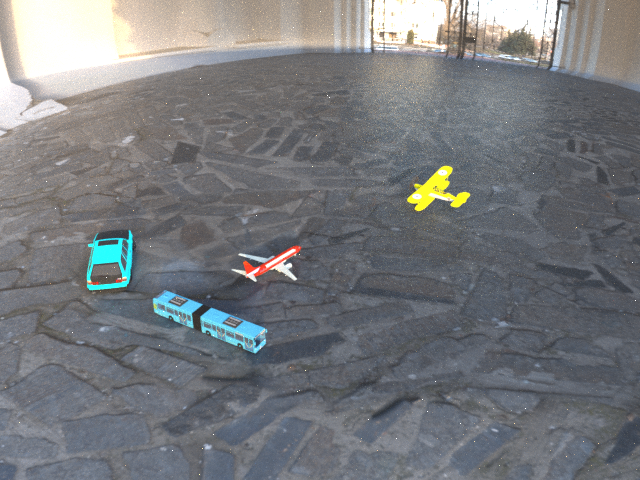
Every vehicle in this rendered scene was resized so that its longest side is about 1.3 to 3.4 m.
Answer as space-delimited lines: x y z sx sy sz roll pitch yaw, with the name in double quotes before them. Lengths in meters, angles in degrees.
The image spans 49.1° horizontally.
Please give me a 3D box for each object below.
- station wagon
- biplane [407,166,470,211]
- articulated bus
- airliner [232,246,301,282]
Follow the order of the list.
"station wagon" -3.188 0.222 10.669 0.682 0.473 1.597 -5 31 -9
"biplane" 2.093 -0.818 12.433 1.090 0.504 1.336 21 36 32
"articulated bus" -1.495 1.080 9.373 1.749 0.289 0.311 17 34 26
"airliner" -0.713 0.261 10.645 1.161 0.429 1.307 22 37 33
